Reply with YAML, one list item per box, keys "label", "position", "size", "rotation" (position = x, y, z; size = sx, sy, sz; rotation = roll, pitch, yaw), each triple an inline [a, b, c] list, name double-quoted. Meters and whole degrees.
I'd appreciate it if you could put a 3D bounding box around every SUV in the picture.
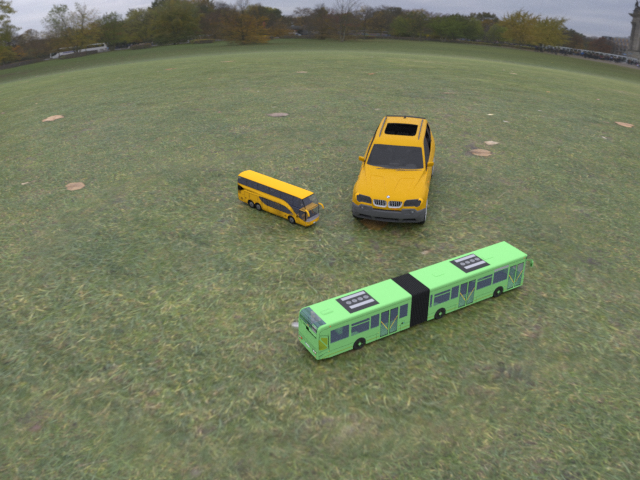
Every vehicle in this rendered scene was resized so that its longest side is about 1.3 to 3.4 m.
- label: "SUV"
  position: [1.352, -1.308, 12.245]
  size: [1.276, 1.128, 3.058]
  rotation: [6, 29, 10]

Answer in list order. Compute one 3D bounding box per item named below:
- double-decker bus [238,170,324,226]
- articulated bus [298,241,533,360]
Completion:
- label: "double-decker bus"
  position: [-0.698, -0.698, 11.750]
  size: [1.672, 0.541, 0.389]
  rotation: [22, 36, 34]
- label: "articulated bus"
  position: [1.314, 0.734, 9.145]
  size: [3.401, 0.561, 0.605]
  rotation: [-16, 33, -26]
